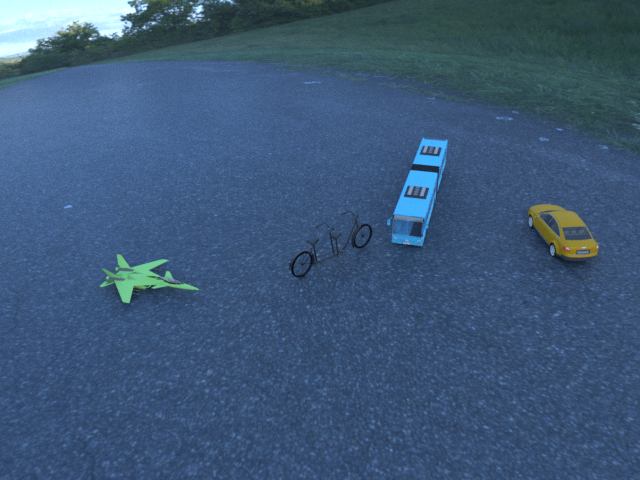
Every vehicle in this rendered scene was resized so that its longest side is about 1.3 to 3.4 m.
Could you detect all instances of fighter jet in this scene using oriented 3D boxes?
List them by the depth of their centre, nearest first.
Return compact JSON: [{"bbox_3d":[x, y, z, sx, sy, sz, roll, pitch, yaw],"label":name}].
[{"bbox_3d":[-2.298,0.508,9.643,1.358,0.286,1.147,8,30,14],"label":"fighter jet"}]

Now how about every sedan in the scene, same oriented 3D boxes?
[{"bbox_3d":[3.692,-0.200,10.710,0.635,0.483,1.613,-3,29,-5],"label":"sedan"}]

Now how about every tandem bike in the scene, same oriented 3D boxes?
[{"bbox_3d":[0.180,0.026,10.100,1.642,0.682,0.283,-24,37,-36],"label":"tandem bike"}]

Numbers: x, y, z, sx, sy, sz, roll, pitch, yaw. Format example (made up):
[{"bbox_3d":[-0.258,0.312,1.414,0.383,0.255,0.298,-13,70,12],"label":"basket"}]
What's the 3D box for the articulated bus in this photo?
[{"bbox_3d":[1.738,-0.914,11.907,0.605,0.561,3.401,7,30,13],"label":"articulated bus"}]
